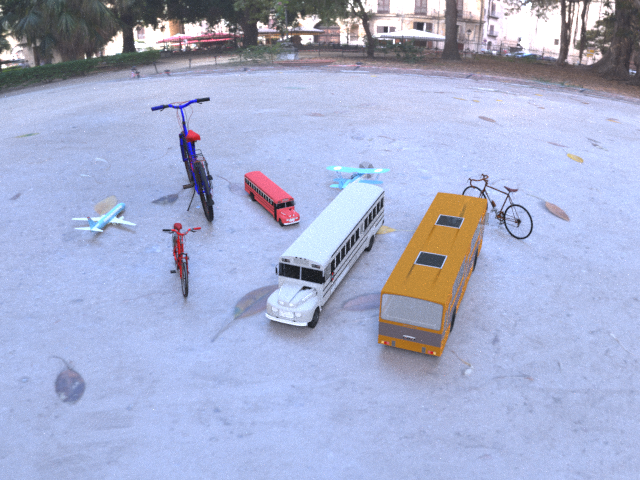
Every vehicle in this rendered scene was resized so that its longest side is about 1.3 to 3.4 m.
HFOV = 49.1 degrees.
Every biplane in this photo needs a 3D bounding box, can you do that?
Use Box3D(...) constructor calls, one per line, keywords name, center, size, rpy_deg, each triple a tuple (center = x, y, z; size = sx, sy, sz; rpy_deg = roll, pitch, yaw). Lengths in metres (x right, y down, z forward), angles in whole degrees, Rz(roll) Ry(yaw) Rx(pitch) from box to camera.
Box3D(name="biplane", center=(0.621, -1.149, 13.182), size=(1.336, 0.504, 1.090), rpy_deg=(16, 31, 28))

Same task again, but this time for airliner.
Box3D(name="airliner", center=(-3.629, -0.457, 11.926), size=(1.161, 0.429, 1.307), rpy_deg=(5, 28, 10))

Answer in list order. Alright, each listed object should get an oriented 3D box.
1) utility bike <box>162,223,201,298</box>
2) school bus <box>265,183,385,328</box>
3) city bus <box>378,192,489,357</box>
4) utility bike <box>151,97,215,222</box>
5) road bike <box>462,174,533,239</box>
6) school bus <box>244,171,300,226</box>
Box3D(name="utility bike", center=(-1.991, 0.160, 10.171), size=(0.535, 0.946, 1.435), rpy_deg=(-8, 28, -15))
Box3D(name="school bus", center=(0.155, 0.135, 10.330), size=(0.709, 0.844, 3.322), rpy_deg=(10, 29, 19))
Box3D(name="city bus", center=(1.659, 0.383, 9.795), size=(0.926, 0.894, 3.255), rpy_deg=(10, 29, 18))
Box3D(name="utility bike", center=(-2.331, -1.493, 12.394), size=(1.039, 1.839, 2.791), rpy_deg=(-9, 29, -17))
Box3D(name="road bike", center=(2.953, -0.586, 11.716), size=(0.358, 0.852, 1.545), rpy_deg=(-19, 33, -32))
Box3D(name="school bus", center=(-0.863, -0.748, 12.484), size=(0.365, 0.434, 1.708), rpy_deg=(-14, 30, -25))
